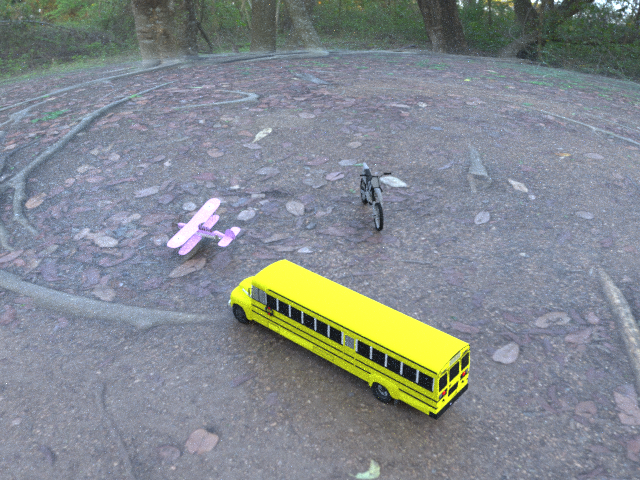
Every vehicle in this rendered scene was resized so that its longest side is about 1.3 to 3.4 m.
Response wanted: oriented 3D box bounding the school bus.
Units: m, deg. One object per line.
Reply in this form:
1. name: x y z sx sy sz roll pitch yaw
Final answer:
1. school bus: 0.193 1.042 8.464 3.322 0.844 0.709 23 37 35

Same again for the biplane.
1. biplane: -1.795 -0.118 10.871 1.090 0.504 1.336 12 32 21

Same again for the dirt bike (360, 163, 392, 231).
1. dirt bike: 0.876 -0.789 11.703 0.527 0.857 1.493 -4 30 -8
